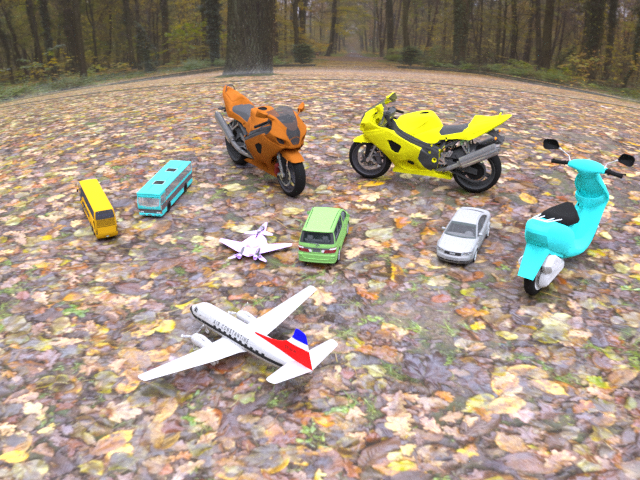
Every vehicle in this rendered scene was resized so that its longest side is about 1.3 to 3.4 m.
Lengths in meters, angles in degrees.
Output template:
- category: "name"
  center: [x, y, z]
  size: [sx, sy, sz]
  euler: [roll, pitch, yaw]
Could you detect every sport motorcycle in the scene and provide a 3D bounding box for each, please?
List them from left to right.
- category: "sport motorcycle"
  center: [-1.099, -1.932, 13.278]
  size: [0.983, 1.596, 2.955]
  euler: [-16, 30, -29]
- category: "sport motorcycle"
  center: [1.954, -1.769, 12.944]
  size: [2.955, 1.596, 0.983]
  euler: [9, 28, 18]

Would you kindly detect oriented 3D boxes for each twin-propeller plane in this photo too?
- category: "twin-propeller plane"
  center: [-0.854, 1.044, 8.123]
  size: [2.129, 0.792, 2.663]
  euler: [23, 34, 38]

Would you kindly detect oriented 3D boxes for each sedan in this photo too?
- category: "sedan"
  center: [2.248, -0.137, 10.881]
  size: [0.635, 0.483, 1.613]
  euler: [11, 28, 21]

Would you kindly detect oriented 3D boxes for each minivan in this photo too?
- category: "minivan"
  center: [0.080, -0.173, 10.804]
  size: [0.681, 0.616, 1.548]
  euler: [4, 26, 9]

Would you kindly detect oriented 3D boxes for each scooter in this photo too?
- category: "scooter"
  center: [3.543, -0.392, 9.921]
  size: [1.288, 1.786, 2.721]
  euler: [20, 32, 34]

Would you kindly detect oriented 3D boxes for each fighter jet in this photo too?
- category: "fighter jet"
  center: [-0.988, -0.076, 10.980]
  size: [1.147, 0.286, 1.358]
  euler: [4, 26, 8]

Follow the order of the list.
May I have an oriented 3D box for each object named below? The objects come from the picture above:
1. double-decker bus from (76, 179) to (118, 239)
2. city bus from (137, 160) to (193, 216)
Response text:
- category: "double-decker bus"
  center: [-3.722, -0.554, 11.666]
  size: [0.389, 0.541, 1.672]
  euler: [-12, 29, -23]
- category: "city bus"
  center: [-2.746, -0.925, 12.515]
  size: [0.476, 0.460, 1.674]
  euler: [4, 26, 8]
